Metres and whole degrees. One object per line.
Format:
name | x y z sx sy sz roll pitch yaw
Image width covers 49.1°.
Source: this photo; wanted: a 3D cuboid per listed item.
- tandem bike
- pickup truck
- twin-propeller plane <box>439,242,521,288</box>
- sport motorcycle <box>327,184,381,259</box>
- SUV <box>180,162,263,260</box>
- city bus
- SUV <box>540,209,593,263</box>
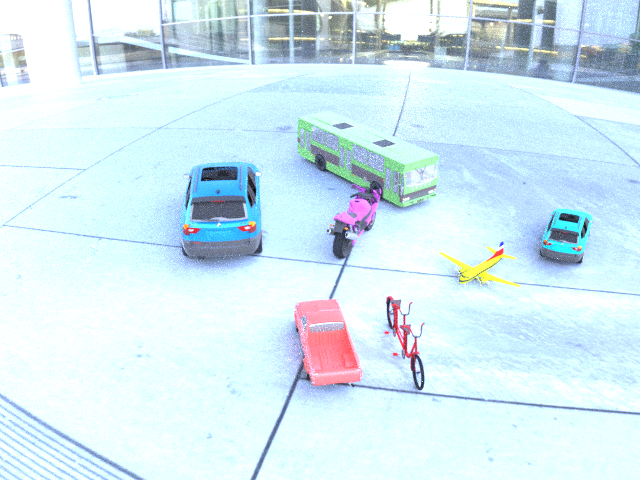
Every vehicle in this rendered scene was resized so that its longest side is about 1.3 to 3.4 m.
tandem bike | 1.001 1.076 8.300 0.283 0.682 1.642 -4 28 -8
pickup truck | 0.070 1.155 8.335 0.640 0.511 1.603 -4 28 -8
twin-propeller plane | 2.324 0.352 10.007 1.095 0.407 1.370 -24 36 -38
sport motorcycle | 0.556 -0.311 10.842 0.506 0.821 1.520 12 30 23
SUV | -1.566 -0.707 11.276 1.276 1.128 3.058 -2 27 -5
city bus | 0.800 -1.557 13.182 0.926 0.894 3.255 -18 32 -31
SUV | 3.835 -0.166 10.824 0.656 0.580 1.572 12 30 22
